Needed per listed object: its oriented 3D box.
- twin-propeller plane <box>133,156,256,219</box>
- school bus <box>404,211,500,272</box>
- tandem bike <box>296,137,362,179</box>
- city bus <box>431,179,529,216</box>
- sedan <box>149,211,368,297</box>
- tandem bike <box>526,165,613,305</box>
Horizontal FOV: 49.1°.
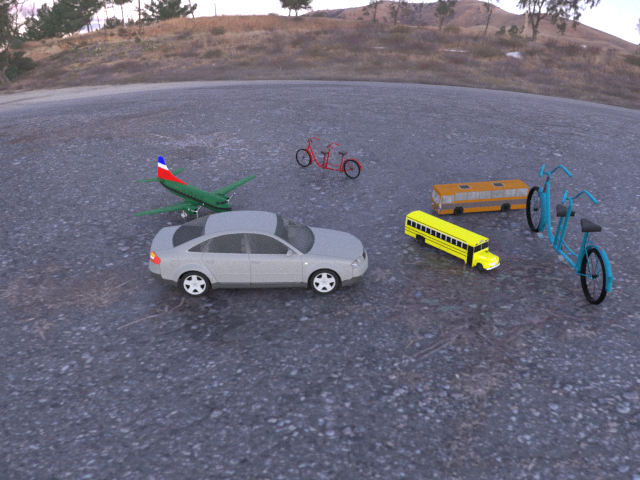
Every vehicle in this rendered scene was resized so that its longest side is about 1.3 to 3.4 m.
[{"bbox_3d":[-2.280,-0.922,12.486,2.129,0.792,2.663,22,33,38],"label":"twin-propeller plane"},{"bbox_3d":[2.053,0.005,10.923,0.365,0.434,1.708,-19,31,-35],"label":"school bus"},{"bbox_3d":[0.158,-1.689,14.259,1.642,0.682,0.283,17,30,32],"label":"tandem bike"},{"bbox_3d":[2.857,-0.753,12.517,1.674,0.460,0.476,-4,25,-9],"label":"city bus"},{"bbox_3d":[-0.871,0.121,10.079,3.137,0.940,1.235,-1,25,-1],"label":"sedan"},{"bbox_3d":[3.639,-0.237,10.389,0.550,1.326,3.192,-1,25,-3],"label":"tandem bike"}]
